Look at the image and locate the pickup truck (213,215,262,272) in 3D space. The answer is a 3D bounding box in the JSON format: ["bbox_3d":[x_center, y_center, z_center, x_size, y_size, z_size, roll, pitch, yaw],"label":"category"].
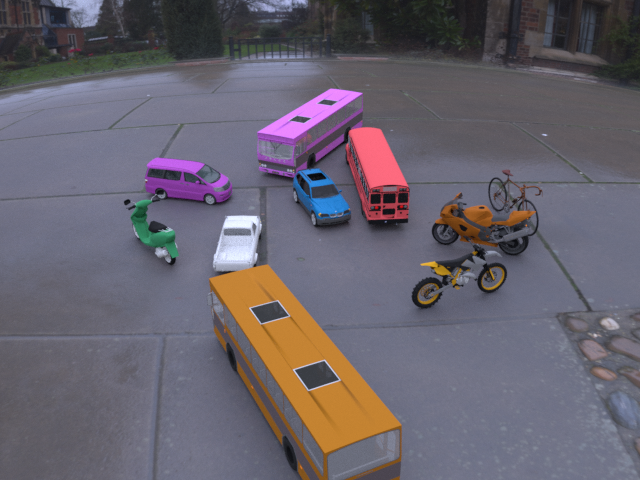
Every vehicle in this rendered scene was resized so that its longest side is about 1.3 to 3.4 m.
[{"bbox_3d":[-1.251,0.008,10.720,0.640,0.511,1.603,0,29,0],"label":"pickup truck"}]

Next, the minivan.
[{"bbox_3d":[-2.358,-1.077,12.608,1.548,0.616,0.681,7,29,13],"label":"minivan"}]

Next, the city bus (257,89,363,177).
[{"bbox_3d":[-0.121,-2.235,14.448,0.926,0.894,3.255,13,31,23],"label":"city bus"}]

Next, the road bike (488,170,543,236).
[{"bbox_3d":[3.210,-0.684,11.638,0.358,0.852,1.545,-9,30,-15],"label":"road bike"}]

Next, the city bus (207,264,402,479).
[{"bbox_3d":[-0.305,1.460,7.644,0.926,0.894,3.255,-13,31,-23],"label":"city bus"}]

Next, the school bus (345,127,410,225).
[{"bbox_3d":[0.972,-1.277,12.737,0.709,0.844,3.322,-2,29,-4],"label":"school bus"}]

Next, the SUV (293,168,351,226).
[{"bbox_3d":[0.006,-0.770,12.080,0.656,0.580,1.572,-10,30,-18],"label":"SUV"}]

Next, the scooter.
[{"bbox_3d":[-2.569,-0.221,10.714,0.662,0.919,1.399,-21,35,-34],"label":"scooter"}]

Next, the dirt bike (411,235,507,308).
[{"bbox_3d":[1.930,0.449,9.545,1.493,0.857,0.527,-11,30,-19],"label":"dirt bike"}]

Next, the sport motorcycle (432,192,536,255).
[{"bbox_3d":[2.497,-0.219,10.814,1.520,0.821,0.506,9,30,16],"label":"sport motorcycle"}]
